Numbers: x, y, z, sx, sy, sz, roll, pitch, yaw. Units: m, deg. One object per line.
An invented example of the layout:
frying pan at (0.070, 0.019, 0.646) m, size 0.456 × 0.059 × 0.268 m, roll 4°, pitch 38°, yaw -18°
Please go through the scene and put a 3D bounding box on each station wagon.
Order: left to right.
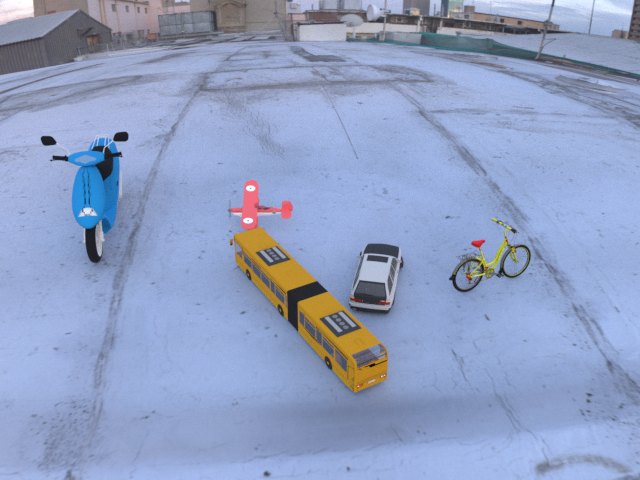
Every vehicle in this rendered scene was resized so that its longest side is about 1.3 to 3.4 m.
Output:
station wagon at (0.829, 0.448, 10.119) m, size 0.682 × 0.473 × 1.597 m, roll 6°, pitch 31°, yaw 10°

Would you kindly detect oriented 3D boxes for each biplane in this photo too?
biplane at (-0.995, -0.477, 11.636) m, size 1.090 × 0.504 × 1.336 m, roll -1°, pitch 31°, yaw -2°

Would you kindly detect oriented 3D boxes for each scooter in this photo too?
scooter at (-3.588, -0.987, 11.239) m, size 1.288 × 1.786 × 2.721 m, roll -4°, pitch 31°, yaw -7°

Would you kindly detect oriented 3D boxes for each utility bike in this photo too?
utility bike at (2.446, 0.211, 10.055) m, size 1.435 × 0.946 × 0.535 m, roll -14°, pitch 33°, yaw -21°

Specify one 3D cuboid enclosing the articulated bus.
articulated bus at (-0.252, 0.801, 9.442) m, size 0.605 × 0.561 × 3.401 m, roll -17°, pitch 35°, yaw -26°
